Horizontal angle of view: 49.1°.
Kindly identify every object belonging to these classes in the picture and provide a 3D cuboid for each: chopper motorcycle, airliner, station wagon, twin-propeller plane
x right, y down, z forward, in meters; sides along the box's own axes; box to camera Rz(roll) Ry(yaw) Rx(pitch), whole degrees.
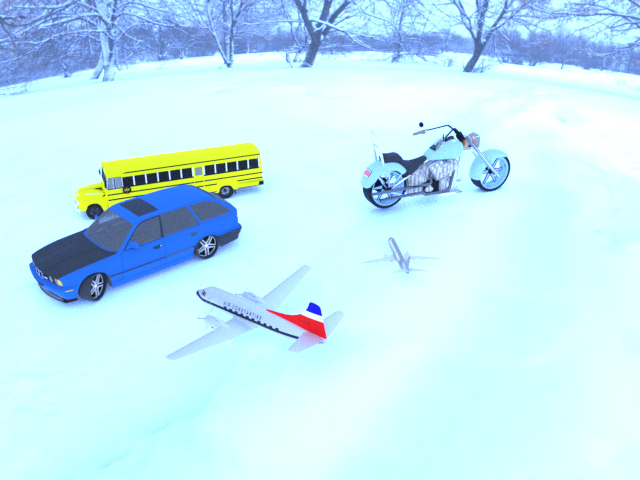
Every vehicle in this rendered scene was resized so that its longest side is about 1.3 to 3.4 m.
[{"bbox_3d":[2.118,-1.395,12.393,3.040,1.480,0.906,-12,29,-22],"label":"chopper motorcycle"},{"bbox_3d":[1.190,0.156,10.506,1.161,0.429,1.307,-3,27,-6],"label":"airliner"},{"bbox_3d":[-2.706,-0.066,10.400,3.105,0.920,1.327,-22,35,-37],"label":"station wagon"},{"bbox_3d":[-0.784,0.852,8.742,2.129,0.792,2.663,18,32,31],"label":"twin-propeller plane"}]

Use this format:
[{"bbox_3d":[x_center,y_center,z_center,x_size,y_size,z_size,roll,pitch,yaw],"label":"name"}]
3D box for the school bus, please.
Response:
[{"bbox_3d":[-2.690,-1.101,12.515,3.322,0.844,0.709,-11,29,-20],"label":"school bus"}]
